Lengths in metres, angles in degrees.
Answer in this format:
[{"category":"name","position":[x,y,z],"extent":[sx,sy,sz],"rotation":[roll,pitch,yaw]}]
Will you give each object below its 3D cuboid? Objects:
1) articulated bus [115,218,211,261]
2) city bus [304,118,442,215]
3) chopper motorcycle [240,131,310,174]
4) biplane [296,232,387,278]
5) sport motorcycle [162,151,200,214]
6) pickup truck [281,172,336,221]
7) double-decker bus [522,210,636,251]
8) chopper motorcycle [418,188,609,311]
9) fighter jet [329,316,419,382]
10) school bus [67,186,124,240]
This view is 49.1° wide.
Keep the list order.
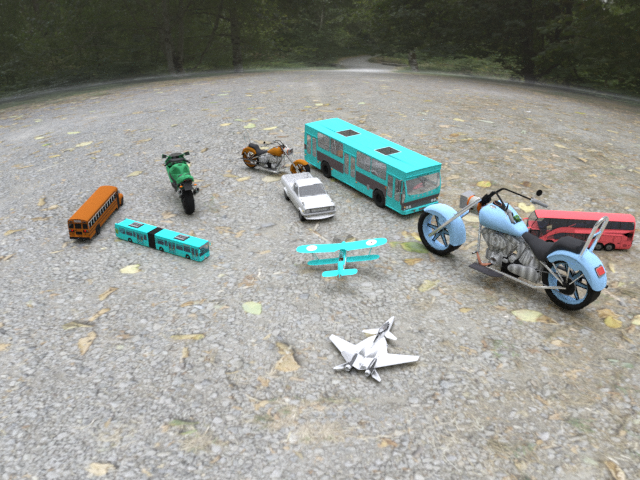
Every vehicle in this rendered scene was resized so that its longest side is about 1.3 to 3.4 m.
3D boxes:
[{"category":"articulated bus","position":[-2.501,-0.010,11.054],"extent":[1.749,0.289,0.311],"rotation":[14,30,26]},{"category":"city bus","position":[0.886,-1.421,13.183],"extent":[0.926,0.894,3.255],"rotation":[-16,31,-29]},{"category":"chopper motorcycle","position":[-0.891,-1.663,13.812],"extent":[1.563,0.761,0.466],"rotation":[15,30,27]},{"category":"biplane","position":[0.298,0.277,10.244],"extent":[1.336,0.504,1.090],"rotation":[2,27,5]},{"category":"sport motorcycle","position":[-2.474,-1.048,12.523],"extent":[0.506,0.821,1.520],"rotation":[-10,28,-19]},{"category":"pickup truck","position":[-0.228,-0.845,12.466],"extent":[0.640,0.511,1.603],"rotation":[-8,28,-16]},{"category":"double-decker bus","position":[4.068,-0.161,11.075],"extent":[1.672,0.541,0.389],"rotation":[3,27,6]},{"category":"chopper motorcycle","position":[2.623,-0.090,9.889],"extent":[0.906,1.480,3.040],"rotation":[-21,34,-36]},{"category":"fighter jet","position":[0.698,1.207,8.640],"extent":[1.147,0.286,1.358],"rotation":[11,29,21]},{"category":"school bus","position":[-3.767,-0.509,11.884],"extent":[0.365,0.434,1.708],"rotation":[2,27,4]}]
